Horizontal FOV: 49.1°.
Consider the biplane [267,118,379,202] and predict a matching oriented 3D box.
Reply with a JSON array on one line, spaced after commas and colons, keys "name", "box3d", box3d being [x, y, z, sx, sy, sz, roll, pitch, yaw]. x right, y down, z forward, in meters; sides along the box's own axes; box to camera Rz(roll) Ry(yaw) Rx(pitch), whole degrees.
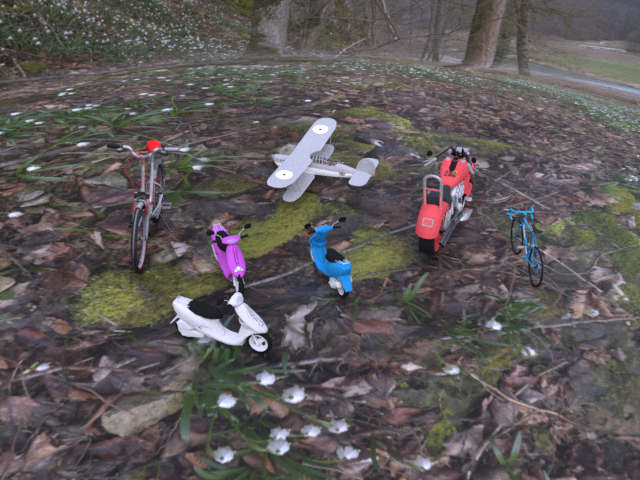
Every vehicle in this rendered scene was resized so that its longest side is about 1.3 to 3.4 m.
[{"name": "biplane", "box3d": [-0.003, -1.349, 12.942, 2.120, 0.981, 2.598, 11, 31, 19]}]

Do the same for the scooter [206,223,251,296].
[{"name": "scooter", "box3d": [-1.353, 0.145, 10.286, 0.662, 0.919, 1.399, -11, 31, -19]}]

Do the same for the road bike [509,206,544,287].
[{"name": "road bike", "box3d": [3.115, 0.051, 10.527, 0.358, 0.852, 1.545, -1, 29, -2]}]

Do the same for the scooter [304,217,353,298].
[{"name": "scooter", "box3d": [0.138, 0.192, 10.200, 0.662, 0.919, 1.399, -11, 31, -20]}]

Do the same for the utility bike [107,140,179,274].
[{"name": "utility bike", "box3d": [-2.626, -0.784, 11.022, 1.039, 1.839, 2.791, -1, 29, -3]}]

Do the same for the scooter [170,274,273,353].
[{"name": "scooter", "box3d": [-1.264, 0.950, 8.820, 1.399, 0.919, 0.662, 9, 30, 15]}]

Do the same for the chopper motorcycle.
[{"name": "chopper motorcycle", "box3d": [2.174, -0.898, 11.603, 0.906, 1.480, 3.040, 11, 31, 20]}]
